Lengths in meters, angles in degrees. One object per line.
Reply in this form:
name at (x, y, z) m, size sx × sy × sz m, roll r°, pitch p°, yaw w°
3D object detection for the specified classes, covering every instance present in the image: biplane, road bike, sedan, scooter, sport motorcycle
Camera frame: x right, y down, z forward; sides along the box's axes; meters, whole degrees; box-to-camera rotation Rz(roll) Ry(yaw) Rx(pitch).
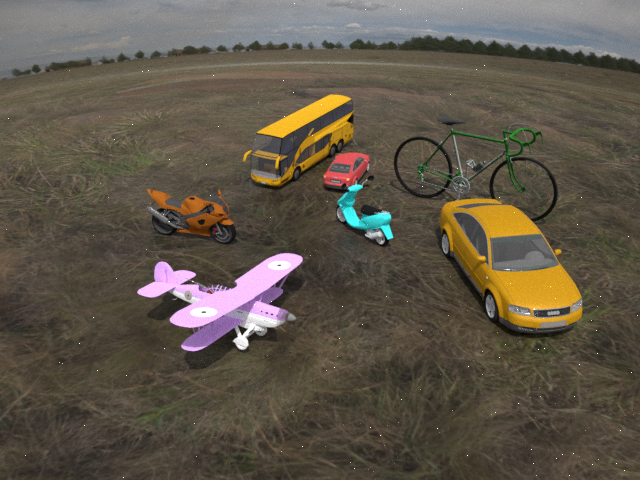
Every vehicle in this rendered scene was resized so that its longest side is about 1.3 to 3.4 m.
biplane at (-1.220, 0.745, 8.873) m, size 2.120 × 0.981 × 2.598 m, roll 13°, pitch 30°, yaw 23°
road bike at (2.619, -1.289, 12.041) m, size 3.004 × 1.656 × 0.696 m, roll 17°, pitch 32°, yaw 29°
sedan at (2.650, 0.177, 10.006) m, size 1.235 × 0.940 × 3.137 m, roll -4°, pitch 28°, yaw -9°
scooter at (0.699, -0.499, 11.325) m, size 0.662 × 0.919 × 1.399 m, roll -18°, pitch 33°, yaw -31°
sport motorcycle at (-2.055, -0.391, 11.222) m, size 1.520 × 0.821 × 0.506 m, roll 9°, pitch 29°, yaw 16°
sedan at (0.537, -1.419, 13.559) m, size 0.635 × 0.483 × 1.613 m, roll 9°, pitch 29°, yaw 16°

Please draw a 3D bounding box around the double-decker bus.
double-decker bus at (-0.313, -2.028, 14.112) m, size 0.756 × 1.052 × 3.251 m, roll 14°, pitch 31°, yaw 26°
